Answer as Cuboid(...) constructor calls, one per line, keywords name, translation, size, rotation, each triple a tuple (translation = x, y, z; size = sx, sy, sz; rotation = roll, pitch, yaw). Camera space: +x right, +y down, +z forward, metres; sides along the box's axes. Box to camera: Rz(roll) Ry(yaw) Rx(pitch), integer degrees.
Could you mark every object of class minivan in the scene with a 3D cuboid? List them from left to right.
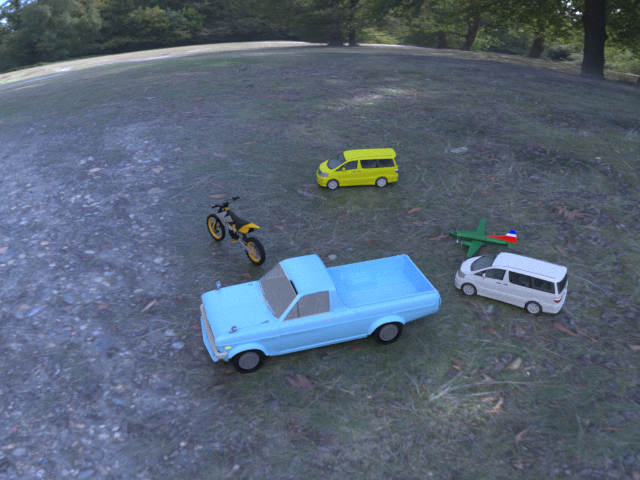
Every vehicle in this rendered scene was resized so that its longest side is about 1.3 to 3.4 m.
Cuboid(name="minivan", translation=(0.709, -1.385, 13.419), size=(1.548, 0.616, 0.681), rotation=(-3, 30, -5))
Cuboid(name="minivan", translation=(2.733, 0.549, 10.048), size=(1.548, 0.616, 0.681), rotation=(16, 33, 25))

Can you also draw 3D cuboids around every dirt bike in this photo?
Cuboid(name="dirt bike", translation=(-1.365, -0.178, 11.074), size=(0.527, 0.857, 1.493), rotation=(-25, 38, -36))

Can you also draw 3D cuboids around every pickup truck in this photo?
Cuboid(name="pickup truck", translation=(-0.012, 0.793, 9.244), size=(3.117, 0.993, 1.244), rotation=(-9, 31, -16))

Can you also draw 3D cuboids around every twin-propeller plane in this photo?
Cuboid(name="twin-propeller plane", translation=(2.630, -0.063, 11.325), size=(1.095, 0.407, 1.370), rotation=(11, 32, 18))
